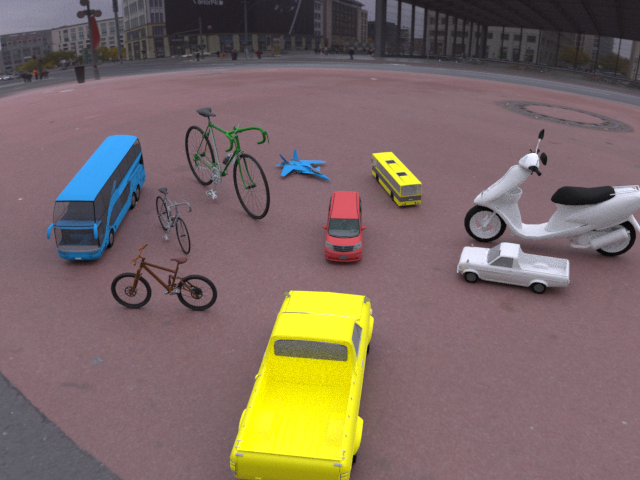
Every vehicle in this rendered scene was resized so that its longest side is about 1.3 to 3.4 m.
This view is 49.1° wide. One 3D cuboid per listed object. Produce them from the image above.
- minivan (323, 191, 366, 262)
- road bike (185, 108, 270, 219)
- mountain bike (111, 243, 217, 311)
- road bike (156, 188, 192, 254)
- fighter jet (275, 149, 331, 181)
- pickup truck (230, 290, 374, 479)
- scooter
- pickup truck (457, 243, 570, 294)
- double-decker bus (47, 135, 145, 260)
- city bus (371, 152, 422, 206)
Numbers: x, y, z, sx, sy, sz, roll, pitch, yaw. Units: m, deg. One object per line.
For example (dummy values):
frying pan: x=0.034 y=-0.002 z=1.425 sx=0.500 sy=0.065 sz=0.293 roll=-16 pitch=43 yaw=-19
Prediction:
minivan: x=0.395 y=-0.229 z=11.296 sx=0.681 sy=0.616 sz=1.548 roll=1 pitch=28 yaw=3
road bike: x=-1.735 y=-1.477 z=12.553 sx=0.696 sy=1.656 sz=3.004 roll=-19 pitch=33 yaw=-32
mountain bike: x=-2.133 y=0.569 z=9.504 sx=1.469 sy=0.868 sz=0.573 roll=2 pitch=28 yaw=3
road bike: x=-2.396 y=-0.370 z=11.309 sx=0.358 sy=0.852 sz=1.545 roll=-15 pitch=31 yaw=-27
fighter jet: x=-0.249 y=-1.466 z=14.005 sx=1.147 sy=0.286 sz=1.358 roll=-23 pitch=35 yaw=-36
pickup truck: x=-0.088 y=1.428 z=7.734 sx=1.244 sy=0.993 sz=3.117 roll=4 pitch=28 yaw=7
scooter: x=3.668 y=-0.656 z=10.848 sx=2.721 sy=1.786 sz=1.288 roll=7 pitch=28 yaw=12
pickup truck: x=2.841 y=0.361 z=10.284 sx=1.603 sy=0.511 sz=0.640 roll=9 pitch=29 yaw=16
double-decker bus: x=-3.672 y=-0.766 z=11.849 sx=0.756 sy=1.052 sz=3.251 roll=0 pitch=28 yaw=0
city bus: x=1.422 y=-1.150 z=13.215 sx=0.476 sy=0.460 sz=1.674 roll=-7 pitch=28 yaw=-12
